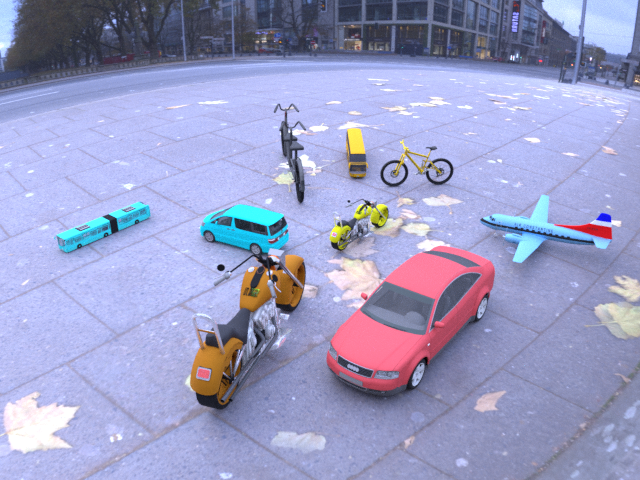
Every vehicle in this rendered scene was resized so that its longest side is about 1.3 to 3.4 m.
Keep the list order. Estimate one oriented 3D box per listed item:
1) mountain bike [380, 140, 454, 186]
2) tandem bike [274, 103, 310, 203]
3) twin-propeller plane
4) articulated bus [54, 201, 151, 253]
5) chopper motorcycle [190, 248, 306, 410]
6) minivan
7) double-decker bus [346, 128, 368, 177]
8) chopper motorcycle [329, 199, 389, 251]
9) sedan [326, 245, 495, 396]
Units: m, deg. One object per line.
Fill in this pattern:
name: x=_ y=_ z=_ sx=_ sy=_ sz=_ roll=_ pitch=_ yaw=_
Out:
mountain bike: x=1.917 y=-1.473 z=13.764 sx=1.469 sy=0.868 sz=0.573 roll=-3 pitch=29 yaw=-5
tandem bike: x=-0.575 y=-1.858 z=13.993 sx=0.550 sy=1.326 sz=3.192 roll=-5 pitch=29 yaw=-8
twin-propeller plane: x=3.716 y=-0.251 z=11.593 sx=2.129 sy=0.792 sz=2.663 roll=12 pitch=31 yaw=22
articulated bus: x=-3.716 y=-0.243 z=12.105 sx=0.311 sy=0.289 sz=1.749 roll=22 pitch=35 yaw=34
chopper motorcycle: x=-0.804 y=0.822 z=8.895 sx=0.906 sy=1.480 sz=3.040 roll=9 pitch=30 yaw=17
minivan: x=-1.296 y=-0.235 z=11.749 sx=1.548 sy=0.616 sz=0.681 roll=15 pitch=32 yaw=25
double-decker bus: x=0.757 y=-1.835 z=14.772 sx=0.389 sy=0.541 sz=1.672 roll=0 pitch=29 yaw=-1
chopper motorcycle: x=0.693 y=-0.363 z=11.831 sx=0.466 sy=0.761 sz=1.563 roll=21 pitch=35 yaw=33
sedan: x=1.286 y=0.890 z=9.336 sx=1.235 sy=0.940 sz=3.137 roll=19 pitch=34 yaw=31
